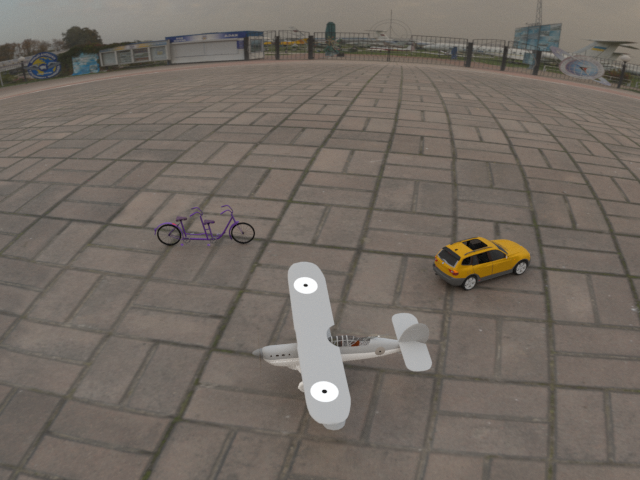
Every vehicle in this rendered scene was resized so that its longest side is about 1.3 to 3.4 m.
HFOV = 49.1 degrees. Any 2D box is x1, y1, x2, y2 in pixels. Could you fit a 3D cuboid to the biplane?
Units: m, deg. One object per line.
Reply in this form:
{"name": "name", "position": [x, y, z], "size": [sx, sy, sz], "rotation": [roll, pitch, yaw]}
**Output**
{"name": "biplane", "position": [0.263, 1.311, 8.309], "size": [2.120, 0.981, 2.598], "rotation": [-4, 29, -7]}

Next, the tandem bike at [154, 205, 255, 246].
{"name": "tandem bike", "position": [-1.890, -0.222, 11.440], "size": [1.642, 0.682, 0.283], "rotation": [-1, 29, -2]}

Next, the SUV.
{"name": "SUV", "position": [2.480, 0.266, 10.650], "size": [1.572, 0.580, 0.656], "rotation": [-14, 31, -23]}
